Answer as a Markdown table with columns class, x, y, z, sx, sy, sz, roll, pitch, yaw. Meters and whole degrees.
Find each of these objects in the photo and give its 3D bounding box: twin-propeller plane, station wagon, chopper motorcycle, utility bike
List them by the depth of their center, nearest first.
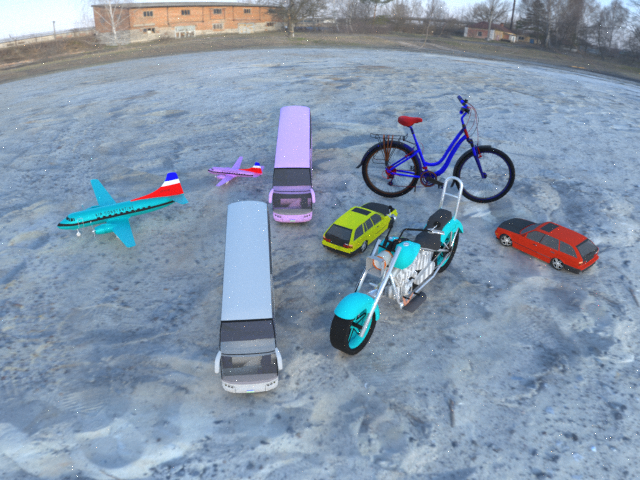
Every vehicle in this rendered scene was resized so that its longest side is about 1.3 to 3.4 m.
| class | x | y | z | sx | sy | sz | roll | pitch | yaw |
| --- | --- | --- | --- | --- | --- | --- | --- | --- | --- |
| chopper motorcycle | 1.116 | 0.283 | 9.452 | 0.906 | 1.480 | 3.040 | 21 | 36 | 31 |
| station wagon | 3.520 | -0.010 | 10.946 | 0.682 | 0.473 | 1.597 | -25 | 38 | -35 |
| station wagon | 0.684 | -0.277 | 11.402 | 0.682 | 0.473 | 1.597 | 19 | 35 | 29 |
| twin-propeller plane | -3.288 | -0.586 | 11.614 | 2.129 | 0.792 | 2.663 | -15 | 34 | -24 |
| utility bike | 2.038 | -1.585 | 12.281 | 2.791 | 1.839 | 1.039 | 4 | 31 | 7 |
| twin-propeller plane | -1.617 | -1.329 | 13.259 | 1.095 | 0.407 | 1.370 | 7 | 31 | 11 |

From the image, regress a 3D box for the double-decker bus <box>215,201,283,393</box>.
| class | x | y | z | sx | sy | sz | roll | pitch | yaw |
| --- | --- | --- | --- | --- | --- | --- | --- | --- | --- |
| double-decker bus | -0.938 | 0.657 | 9.238 | 0.756 | 1.052 | 3.251 | -3 | 31 | -4 |

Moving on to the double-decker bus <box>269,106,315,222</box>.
| class | x | y | z | sx | sy | sz | roll | pitch | yaw |
| --- | --- | --- | --- | --- | --- | --- | --- | --- | --- |
| double-decker bus | -0.473 | -1.421 | 12.780 | 0.756 | 1.052 | 3.251 | 0 | 30 | -1 |
